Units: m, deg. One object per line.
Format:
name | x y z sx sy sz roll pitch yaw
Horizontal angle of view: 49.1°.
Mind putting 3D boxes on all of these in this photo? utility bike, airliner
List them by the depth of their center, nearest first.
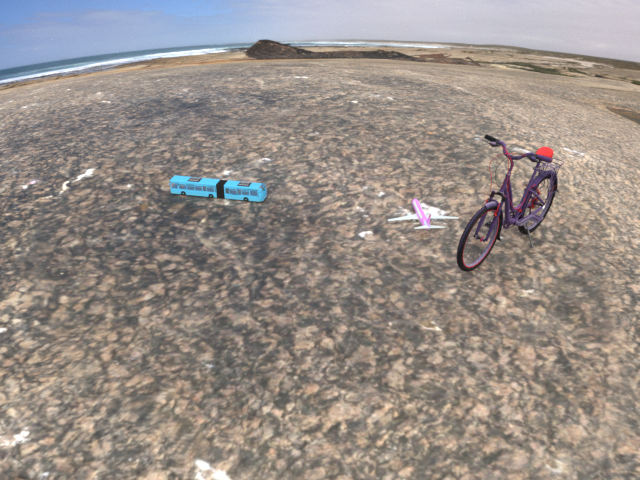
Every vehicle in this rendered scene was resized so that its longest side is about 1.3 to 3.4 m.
utility bike | 2.954 -0.631 10.249 1.039 1.839 2.791 24 37 38
airliner | 1.672 -0.494 11.493 1.161 0.429 1.307 -2 28 -4

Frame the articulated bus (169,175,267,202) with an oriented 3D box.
articulated bus | -1.822 -0.913 12.431 1.749 0.289 0.311 6 29 11
